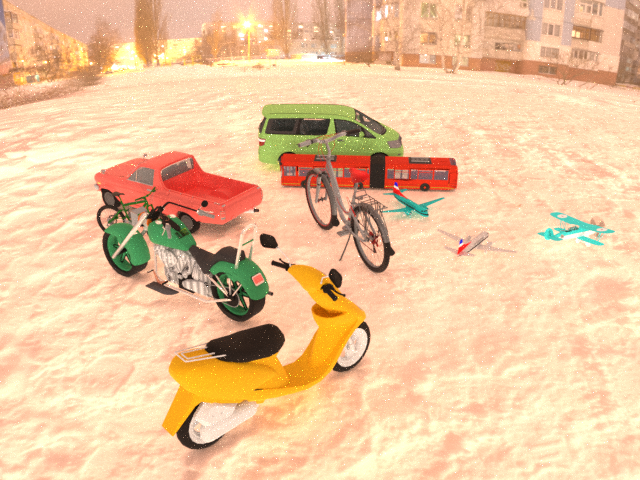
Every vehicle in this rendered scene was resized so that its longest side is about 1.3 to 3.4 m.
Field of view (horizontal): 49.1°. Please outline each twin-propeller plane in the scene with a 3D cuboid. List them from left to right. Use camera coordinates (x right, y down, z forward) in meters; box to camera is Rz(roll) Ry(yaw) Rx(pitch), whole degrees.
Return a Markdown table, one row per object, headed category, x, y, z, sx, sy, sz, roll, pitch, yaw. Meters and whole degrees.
| category | x | y | z | sx | sy | sz | roll | pitch | yaw |
| --- | --- | --- | --- | --- | --- | --- | --- | --- | --- |
| twin-propeller plane | 1.593 | -0.684 | 12.373 | 1.370 | 0.407 | 1.095 | -13 | 29 | -25 |
| twin-propeller plane | 2.396 | 0.015 | 10.933 | 1.370 | 0.407 | 1.095 | 18 | 31 | 33 |

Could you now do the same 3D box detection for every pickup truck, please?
| category | x | y | z | sx | sy | sz | roll | pitch | yaw |
| --- | --- | --- | --- | --- | --- | --- | --- | --- | --- |
| pickup truck | -2.530 | -0.952 | 12.253 | 3.117 | 0.993 | 1.244 | 16 | 30 | 29 |

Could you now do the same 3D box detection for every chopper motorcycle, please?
| category | x | y | z | sx | sy | sz | roll | pitch | yaw |
| --- | --- | --- | --- | --- | --- | --- | --- | --- | --- |
| chopper motorcycle | -1.931 | 0.118 | 9.493 | 3.040 | 1.480 | 0.906 | 18 | 31 | 32 |

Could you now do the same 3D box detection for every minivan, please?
| category | x | y | z | sx | sy | sz | roll | pitch | yaw |
| --- | --- | --- | --- | --- | --- | --- | --- | --- | --- |
| minivan | 0.229 | -2.138 | 14.463 | 3.011 | 1.197 | 1.324 | 0 | 26 | 1 |

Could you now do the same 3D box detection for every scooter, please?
| category | x | y | z | sx | sy | sz | roll | pitch | yaw |
| --- | --- | --- | --- | --- | --- | --- | --- | --- | --- |
| scooter | -0.443 | 1.014 | 7.297 | 2.721 | 1.786 | 1.288 | -21 | 33 | -36 |

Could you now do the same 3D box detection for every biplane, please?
| category | x | y | z | sx | sy | sz | roll | pitch | yaw |
| --- | --- | --- | --- | --- | --- | --- | --- | --- | --- |
| biplane | 3.987 | -0.123 | 11.104 | 1.090 | 0.504 | 1.336 | -10 | 28 | -20 |

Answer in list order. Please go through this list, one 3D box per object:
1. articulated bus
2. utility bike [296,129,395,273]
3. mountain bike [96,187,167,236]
| category | x | y | z | sx | sy | sz | roll | pitch | yaw |
| --- | --- | --- | --- | --- | --- | --- | --- | --- | --- |
| articulated bus | 0.912 | -1.311 | 13.487 | 3.401 | 0.561 | 0.605 | 2 | 26 | 4 |
| utility bike | 0.296 | -0.655 | 10.674 | 1.039 | 1.839 | 2.791 | -12 | 28 | -24 |
| mountain bike | -2.973 | -0.384 | 11.226 | 1.469 | 0.868 | 0.573 | 9 | 27 | 18 |
